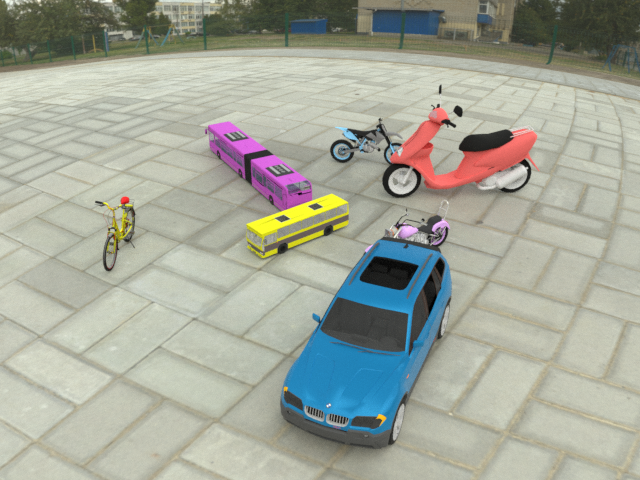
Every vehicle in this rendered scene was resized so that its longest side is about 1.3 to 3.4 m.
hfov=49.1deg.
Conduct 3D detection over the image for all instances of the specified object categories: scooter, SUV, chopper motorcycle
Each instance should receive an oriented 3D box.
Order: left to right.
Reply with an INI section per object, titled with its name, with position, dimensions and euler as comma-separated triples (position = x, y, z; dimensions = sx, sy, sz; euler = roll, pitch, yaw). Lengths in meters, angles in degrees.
[SUV]
position = 0.637, 0.996, 7.916
dimensions = 1.276, 1.128, 3.058
euler = 12, 32, 20
[chopper motorcycle]
position = 1.271, -0.064, 10.153
dimensions = 1.563, 0.761, 0.466
euler = -18, 34, -29
[scooter]
position = 2.414, -1.575, 11.772
dimensions = 2.721, 1.786, 1.288
euler = -3, 30, -5

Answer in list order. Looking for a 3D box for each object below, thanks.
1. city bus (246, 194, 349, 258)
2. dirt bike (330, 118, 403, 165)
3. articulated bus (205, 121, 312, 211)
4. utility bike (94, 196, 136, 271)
[city bus]
position = -0.322, -0.216, 10.723
dimensions = 1.674, 0.460, 0.476
euler = -22, 36, -33
[dirt bike]
position = 0.928, -1.818, 13.141
dimensions = 1.493, 0.857, 0.527
euler = 5, 30, 9
[articulated bus]
position = -1.168, -1.377, 12.663
dimensions = 0.605, 0.561, 3.401
euler = -16, 33, -26
[utility bike]
position = -2.892, -0.216, 10.232
dimensions = 0.535, 0.946, 1.435
euler = 2, 30, 3
